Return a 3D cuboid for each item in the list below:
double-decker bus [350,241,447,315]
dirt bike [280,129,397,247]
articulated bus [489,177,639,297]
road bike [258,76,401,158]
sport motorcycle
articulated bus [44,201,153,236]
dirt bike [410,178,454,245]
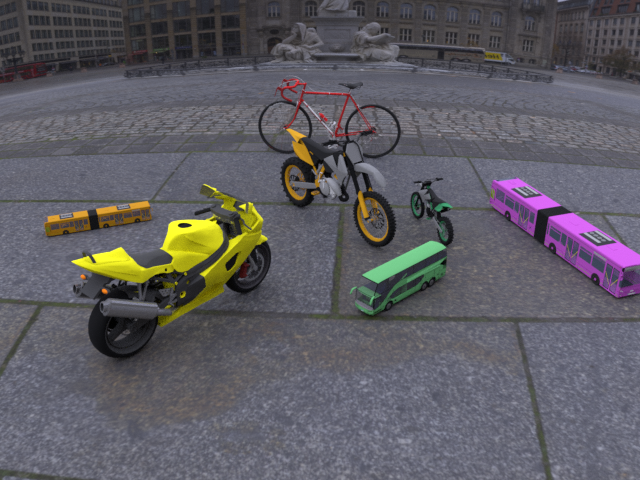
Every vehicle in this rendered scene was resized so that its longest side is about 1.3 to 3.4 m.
[{"bbox_3d":[1.144,0.531,9.818,1.672,0.541,0.389,-23,35,-37],"label":"double-decker bus"},{"bbox_3d":[0.243,-1.014,11.577,1.024,1.666,2.903,-20,34,-34],"label":"dirt bike"},{"bbox_3d":[3.816,-0.151,11.112,0.605,0.561,3.401,-9,29,-17],"label":"articulated bus"},{"bbox_3d":[0.178,-2.530,14.514,3.004,1.656,0.697,4,28,8],"label":"road bike"},{"bbox_3d":[-1.735,0.361,8.998,0.983,1.596,2.955,23,35,37],"label":"sport motorcycle"},{"bbox_3d":[-3.726,-0.365,11.822,1.749,0.289,0.311,-11,29,-20],"label":"articulated bus"},{"bbox_3d":[1.835,-0.543,11.548,0.527,0.857,1.493,-9,29,-16],"label":"dirt bike"}]
